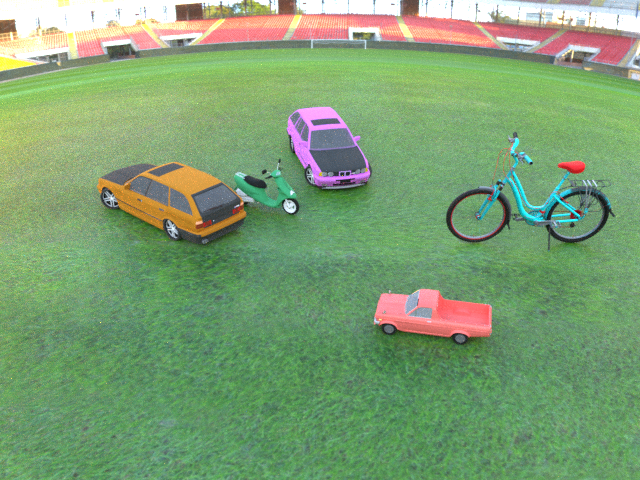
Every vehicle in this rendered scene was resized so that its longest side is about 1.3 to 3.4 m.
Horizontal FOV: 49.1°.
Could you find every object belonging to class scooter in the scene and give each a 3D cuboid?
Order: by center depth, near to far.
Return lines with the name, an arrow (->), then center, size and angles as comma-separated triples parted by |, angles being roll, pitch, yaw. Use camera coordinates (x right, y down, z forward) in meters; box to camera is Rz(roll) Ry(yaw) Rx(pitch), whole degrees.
scooter -> -1.005, -0.985, 12.770 | 1.399, 0.919, 0.662 | 13, 31, 22

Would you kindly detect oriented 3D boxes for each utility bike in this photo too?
utility bike -> 3.479, -0.691, 11.281 | 2.791, 1.839, 1.039 | 0, 29, 0

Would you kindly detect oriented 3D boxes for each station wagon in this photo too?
station wagon -> -2.755, -0.870, 12.559 | 3.105, 0.920, 1.327 | 23, 36, 35
station wagon -> 0.129, -2.025, 14.661 | 1.327, 0.920, 3.105 | -7, 29, -12

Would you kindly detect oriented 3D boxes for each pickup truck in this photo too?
pickup truck -> 1.551, 0.998, 9.586 | 1.603, 0.511, 0.640 | 6, 29, 11
